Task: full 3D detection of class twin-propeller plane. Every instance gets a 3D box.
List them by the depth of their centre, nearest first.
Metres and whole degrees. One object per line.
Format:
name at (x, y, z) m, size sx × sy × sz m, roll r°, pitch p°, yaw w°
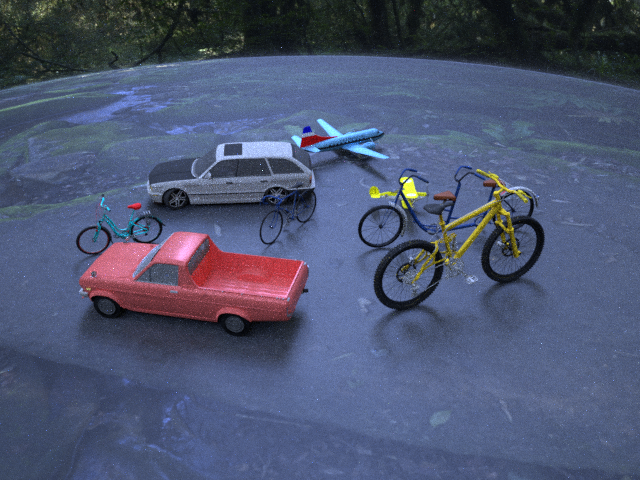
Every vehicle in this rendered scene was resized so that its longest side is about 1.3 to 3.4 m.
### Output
twin-propeller plane at (0.498, -2.187, 14.812) m, size 2.129 × 0.792 × 2.663 m, roll -16°, pitch 33°, yaw -27°

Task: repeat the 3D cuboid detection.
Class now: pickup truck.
pickup truck at (-1.755, 0.507, 9.796) m, size 3.117 × 0.993 × 1.244 m, roll 6°, pitch 30°, yaw 11°

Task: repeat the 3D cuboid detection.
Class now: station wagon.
station wagon at (-1.659, -1.268, 13.038) m, size 3.105 × 0.920 × 1.327 m, roll -2°, pitch 29°, yaw -4°

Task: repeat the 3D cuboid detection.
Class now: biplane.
biplane at (1.436, -0.824, 12.672) m, size 1.090 × 0.504 × 1.336 m, roll 1°, pitch 29°, yaw 2°

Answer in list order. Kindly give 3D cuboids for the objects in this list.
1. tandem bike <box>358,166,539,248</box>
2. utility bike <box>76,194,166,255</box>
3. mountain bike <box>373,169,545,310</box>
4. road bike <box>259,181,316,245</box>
tandem bike at (2.155, -0.594, 11.420) m, size 3.192 × 1.326 × 0.550 m, roll -7°, pitch 30°, yaw -13°
utility bike at (-3.178, -0.241, 11.179) m, size 1.435 × 0.946 × 0.535 m, roll -13°, pitch 32°, yaw -22°
mountain bike at (2.050, 0.056, 9.890) m, size 2.857 × 1.688 × 1.114 m, roll -12°, pitch 31°, yaw -21°
road bike at (-0.519, -0.508, 11.752) m, size 0.358 × 0.852 × 1.545 m, roll 19°, pitch 35°, yaw 31°
